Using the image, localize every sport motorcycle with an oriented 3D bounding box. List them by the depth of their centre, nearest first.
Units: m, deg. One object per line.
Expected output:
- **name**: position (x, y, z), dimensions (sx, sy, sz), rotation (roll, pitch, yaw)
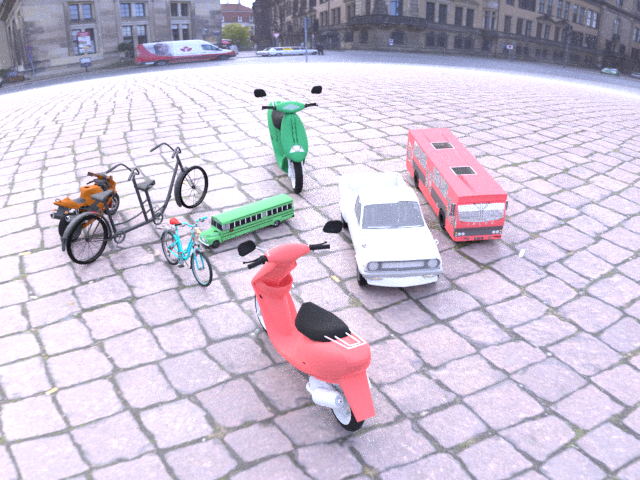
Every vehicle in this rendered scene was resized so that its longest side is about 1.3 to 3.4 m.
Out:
- **sport motorcycle**: position (-3.827, -0.581, 11.583), dimensions (0.506, 0.821, 1.520), rotation (10, 29, 19)

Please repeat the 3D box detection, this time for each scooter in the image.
- **scooter**: position (-0.169, 0.820, 7.863), dimensions (1.288, 1.786, 2.721), rotation (-14, 31, -25)
- **scooter**: position (-0.646, -2.160, 13.563), dimensions (1.288, 1.786, 2.721), rotation (-6, 28, -11)

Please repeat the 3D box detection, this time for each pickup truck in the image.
- **pickup truck**: position (1.016, -0.346, 10.950), dimensions (1.244, 0.993, 3.117), rotation (-2, 28, -5)

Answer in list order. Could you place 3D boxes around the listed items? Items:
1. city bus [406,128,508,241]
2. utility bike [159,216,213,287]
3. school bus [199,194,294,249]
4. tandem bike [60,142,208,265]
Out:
- **city bus**: position (2.302, -1.032, 12.367), dimensions (0.926, 0.894, 3.255), rotation (-3, 28, -7)
- **utility bike**: position (-1.943, 0.058, 10.228), dimensions (0.535, 0.946, 1.435), rotation (-22, 35, -36)
- **school bus**: position (-1.202, -0.323, 11.509), dimensions (1.708, 0.434, 0.365), rotation (-21, 34, -34)
- **tandem bike**: position (-2.881, -0.689, 11.247), dimensions (0.550, 1.326, 3.192), rotation (17, 32, 29)
